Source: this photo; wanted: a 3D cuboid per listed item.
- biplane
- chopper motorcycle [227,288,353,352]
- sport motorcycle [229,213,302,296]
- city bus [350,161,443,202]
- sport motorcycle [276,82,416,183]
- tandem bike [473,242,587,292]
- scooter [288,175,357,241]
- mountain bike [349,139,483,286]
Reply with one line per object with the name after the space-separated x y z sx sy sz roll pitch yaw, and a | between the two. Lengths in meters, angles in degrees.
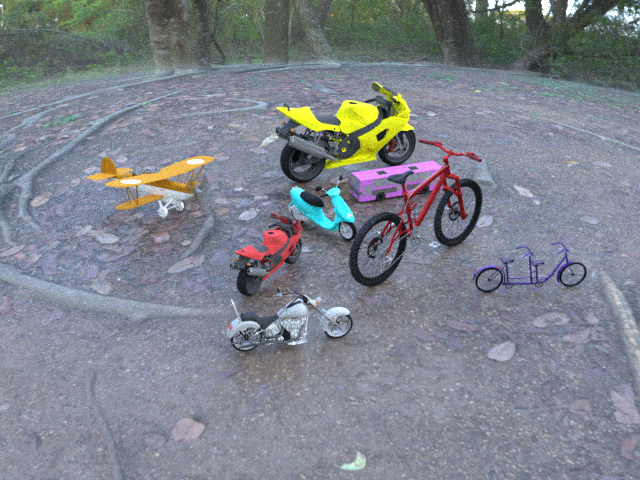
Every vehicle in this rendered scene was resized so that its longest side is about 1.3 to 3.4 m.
-2.886 -0.981 11.960 2.120 0.981 2.598 13 30 23 | biplane
-0.355 0.947 8.503 1.563 0.761 0.466 -8 29 -14 | chopper motorcycle
-0.700 0.185 9.899 0.506 0.821 1.520 16 32 28 | sport motorcycle
1.396 -1.044 12.643 1.674 0.460 0.476 -10 29 -18 | city bus
0.562 -2.008 13.262 2.955 1.596 0.983 -12 30 -22 | sport motorcycle
2.915 0.393 9.651 1.642 0.682 0.283 -3 28 -6 | tandem bike
0.027 -0.563 11.226 1.399 0.919 0.662 21 34 34 | scooter
1.479 -0.407 10.096 2.857 1.688 1.114 -23 35 -36 | mountain bike
